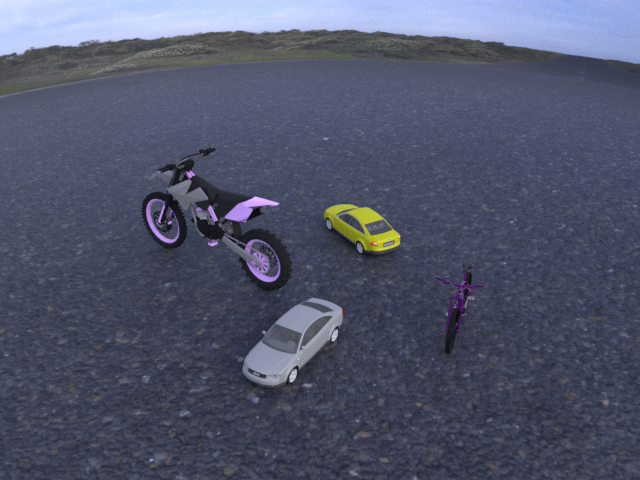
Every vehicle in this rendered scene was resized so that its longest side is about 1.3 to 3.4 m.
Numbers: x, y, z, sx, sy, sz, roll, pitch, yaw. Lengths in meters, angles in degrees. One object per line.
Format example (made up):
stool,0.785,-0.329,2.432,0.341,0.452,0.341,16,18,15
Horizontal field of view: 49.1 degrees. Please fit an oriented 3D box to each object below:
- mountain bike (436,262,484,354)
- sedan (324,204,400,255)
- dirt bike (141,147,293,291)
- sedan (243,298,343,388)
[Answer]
mountain bike,1.754,0.761,8.765,0.573,0.868,1.469,10,30,18
sedan,0.635,-0.255,11.074,0.635,0.483,1.613,-16,32,-27
dirt bike,-1.581,-0.337,9.973,2.903,1.666,1.024,19,34,31
sedan,-0.305,1.167,8.415,0.635,0.483,1.613,16,32,28
